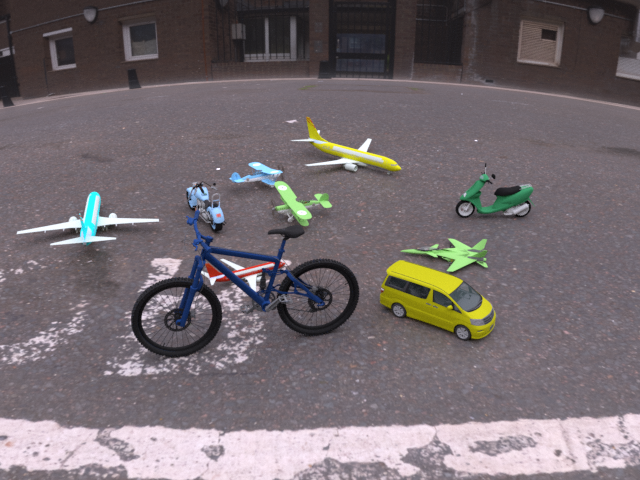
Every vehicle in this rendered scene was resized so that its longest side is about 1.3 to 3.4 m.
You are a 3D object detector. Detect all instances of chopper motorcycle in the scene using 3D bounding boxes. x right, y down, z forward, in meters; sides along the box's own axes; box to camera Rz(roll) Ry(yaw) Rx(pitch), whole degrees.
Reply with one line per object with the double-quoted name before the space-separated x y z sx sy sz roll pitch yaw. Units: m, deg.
"chopper motorcycle" -2.034 -0.691 12.218 0.466 0.761 1.563 -13 29 -25

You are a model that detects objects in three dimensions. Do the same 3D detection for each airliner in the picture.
"airliner" -1.094 0.396 10.353 1.307 0.429 1.161 -14 29 -27
"airliner" -3.884 -0.514 11.768 2.257 0.835 2.541 -6 26 -11
"airliner" 0.652 -1.992 14.821 2.541 0.835 2.257 19 32 34

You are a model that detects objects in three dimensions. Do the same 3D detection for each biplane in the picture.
"biplane" -1.218 -1.242 13.651 1.090 0.504 1.336 -13 29 -25
"biplane" -0.333 -0.603 12.331 1.090 0.504 1.336 -11 28 -22

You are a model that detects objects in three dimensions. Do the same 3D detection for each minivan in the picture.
"minivan" 1.578 0.783 9.340 1.548 0.616 0.681 17 31 31

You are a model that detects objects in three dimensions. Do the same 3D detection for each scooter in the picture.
"scooter" 3.104 -0.824 12.311 1.399 0.919 0.662 -1 26 -1

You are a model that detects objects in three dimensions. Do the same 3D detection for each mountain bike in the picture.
"mountain bike" -0.875 0.565 8.560 2.857 1.688 1.114 -7 27 -14

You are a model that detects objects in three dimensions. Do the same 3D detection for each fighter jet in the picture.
"fighter jet" 1.951 0.153 11.019 1.358 0.286 1.147 5 26 9
